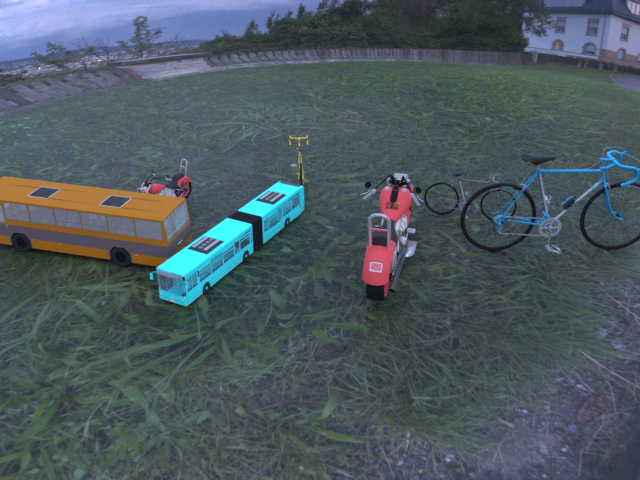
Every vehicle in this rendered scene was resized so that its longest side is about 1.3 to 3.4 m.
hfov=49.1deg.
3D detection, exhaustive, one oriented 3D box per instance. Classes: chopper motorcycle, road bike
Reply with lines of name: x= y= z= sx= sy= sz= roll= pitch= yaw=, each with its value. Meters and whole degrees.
chopper motorcycle: x=-2.788 y=-0.816 z=11.996 sx=0.466 sy=0.761 sz=1.563 roll=18 pitch=34 yaw=30
road bike: x=2.532 y=-0.753 z=11.785 sx=1.545 sy=0.852 sz=0.358 roll=8 pitch=30 yaw=15
chopper motorcycle: x=1.079 y=-0.319 z=10.340 sx=0.906 sy=1.480 sz=3.040 roll=7 pitch=29 yaw=12
road bike: x=3.652 y=-0.568 z=10.613 sx=3.004 sy=1.656 sz=0.697 roll=-1 pitch=29 yaw=-1
road bike: x=-0.375 y=-1.440 z=13.038 sx=0.358 sy=0.852 sz=1.545 roll=-2 pitch=29 yaw=-3

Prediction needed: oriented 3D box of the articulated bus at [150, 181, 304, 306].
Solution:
articulated bus: x=-1.265 y=-0.049 z=10.805 sx=0.605 sy=0.561 sz=3.401 roll=14 pitch=32 yaw=24

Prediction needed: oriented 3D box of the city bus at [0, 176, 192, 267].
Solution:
city bus: x=-3.669 y=-0.268 z=10.856 sx=3.255 sy=0.894 sz=0.926 roll=7 pitch=30 yaw=13
